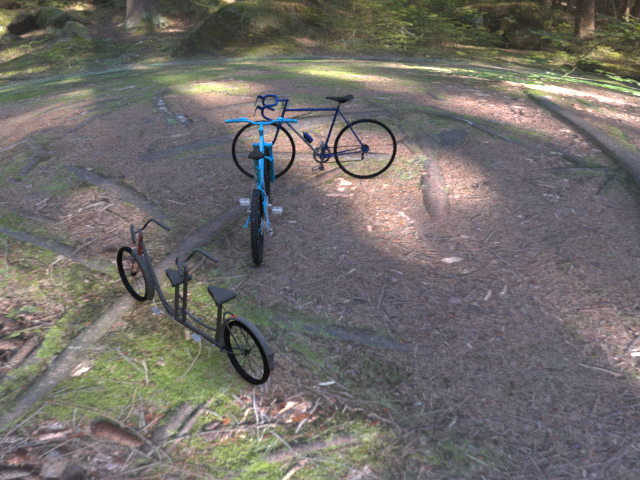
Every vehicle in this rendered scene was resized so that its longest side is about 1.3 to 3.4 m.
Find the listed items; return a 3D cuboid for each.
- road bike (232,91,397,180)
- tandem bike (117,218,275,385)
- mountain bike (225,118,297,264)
[{"bbox_3d":[-0.098,-1.852,12.617,3.004,1.656,0.696,-1,28,-2],"label":"road bike"},{"bbox_3d":[-1.607,0.618,8.296,0.550,1.326,3.192,-24,36,-38],"label":"tandem bike"},{"bbox_3d":[-0.901,-0.875,10.733,1.114,1.688,2.857,0,28,0],"label":"mountain bike"}]
